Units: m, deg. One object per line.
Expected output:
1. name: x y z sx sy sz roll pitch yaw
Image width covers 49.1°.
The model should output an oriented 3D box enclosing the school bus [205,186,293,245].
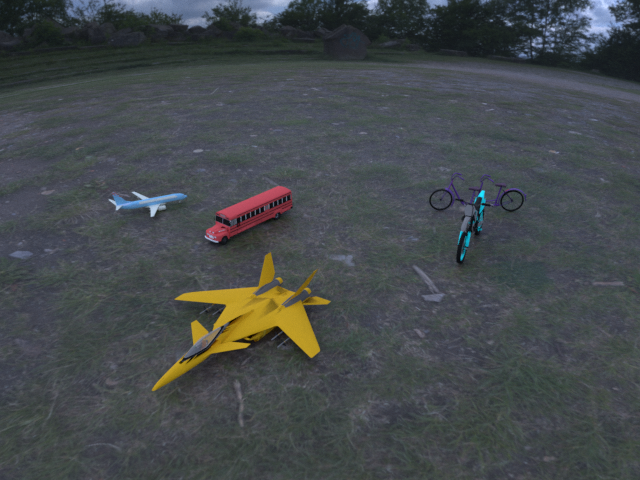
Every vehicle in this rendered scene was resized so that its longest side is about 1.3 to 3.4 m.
1. school bus: -1.148 -0.413 11.383 0.365 0.434 1.708 22 34 35

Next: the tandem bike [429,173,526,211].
1. tandem bike: 2.684 -0.799 11.860 1.642 0.682 0.283 1 27 1

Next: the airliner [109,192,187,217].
1. airliner: -2.915 -0.737 12.014 1.307 0.429 1.161 -14 31 -25

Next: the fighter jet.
1. fighter jet: -1.075 0.995 8.521 2.229 0.557 2.640 18 32 31

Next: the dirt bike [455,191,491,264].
1. dirt bike: 2.315 -0.262 10.628 0.527 0.857 1.493 12 30 22
